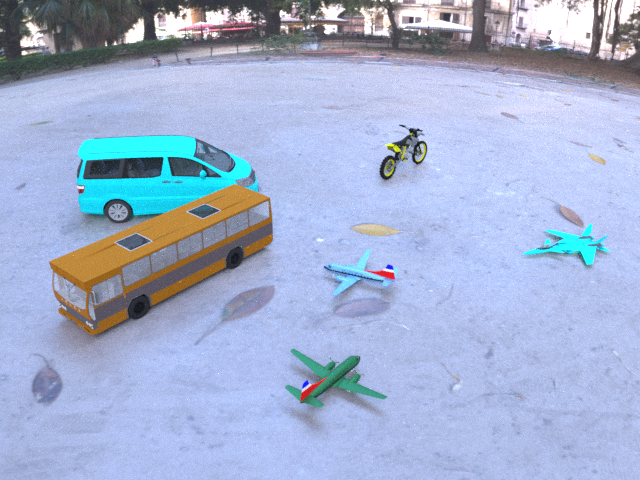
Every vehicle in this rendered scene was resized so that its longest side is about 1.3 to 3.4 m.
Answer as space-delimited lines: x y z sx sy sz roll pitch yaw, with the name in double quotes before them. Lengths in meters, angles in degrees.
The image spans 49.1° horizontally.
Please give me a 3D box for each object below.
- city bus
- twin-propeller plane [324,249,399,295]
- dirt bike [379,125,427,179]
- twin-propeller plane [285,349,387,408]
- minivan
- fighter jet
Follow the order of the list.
"city bus" -2.082 0.201 9.880 0.926 0.894 3.255 22 36 35
"twin-propeller plane" 0.553 0.434 9.961 1.095 0.407 1.370 12 31 21
"dirt bike" 1.629 -1.727 13.482 0.527 0.857 1.493 23 36 36
"twin-propeller plane" 0.130 1.530 7.934 1.370 0.407 1.095 21 35 34
"minivan" -2.581 -1.117 11.998 3.011 1.197 1.324 -4 29 -7
"fighter jet" 3.735 0.050 10.797 1.358 0.286 1.147 -8 29 -14
